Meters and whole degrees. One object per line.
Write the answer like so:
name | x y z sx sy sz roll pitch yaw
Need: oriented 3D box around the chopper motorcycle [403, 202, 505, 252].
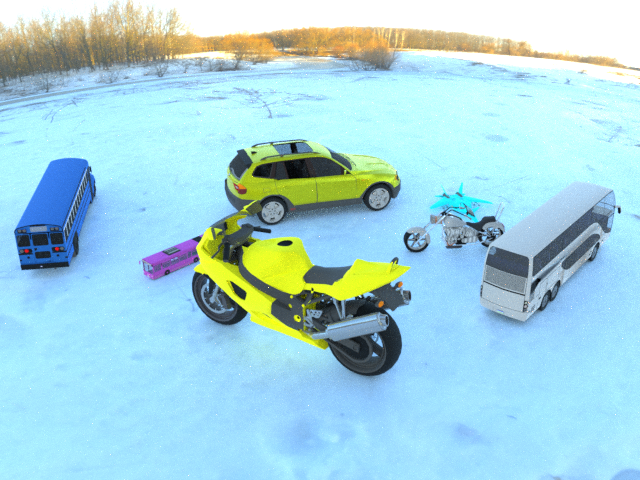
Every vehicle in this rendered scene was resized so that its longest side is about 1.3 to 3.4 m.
chopper motorcycle | 2.060 -0.198 10.662 1.563 0.761 0.466 -2 27 -5

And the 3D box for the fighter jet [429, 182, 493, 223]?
fighter jet | 2.479 -0.612 12.026 1.147 0.286 1.358 -5 27 -10

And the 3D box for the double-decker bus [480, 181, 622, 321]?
double-decker bus | 3.312 0.039 9.859 0.756 1.052 3.251 20 33 35

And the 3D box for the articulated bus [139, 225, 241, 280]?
articulated bus | -1.878 0.142 10.508 0.311 0.289 1.749 22 34 37

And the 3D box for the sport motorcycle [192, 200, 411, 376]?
sport motorcycle | -0.343 0.580 8.163 2.955 1.596 0.983 15 30 27

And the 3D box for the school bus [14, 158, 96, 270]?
school bus | -4.166 -0.552 11.280 0.709 0.844 3.322 -4 27 -8

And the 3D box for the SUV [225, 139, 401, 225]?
SUV | -0.115 -1.116 12.093 3.058 1.128 1.276 -8 28 -16
